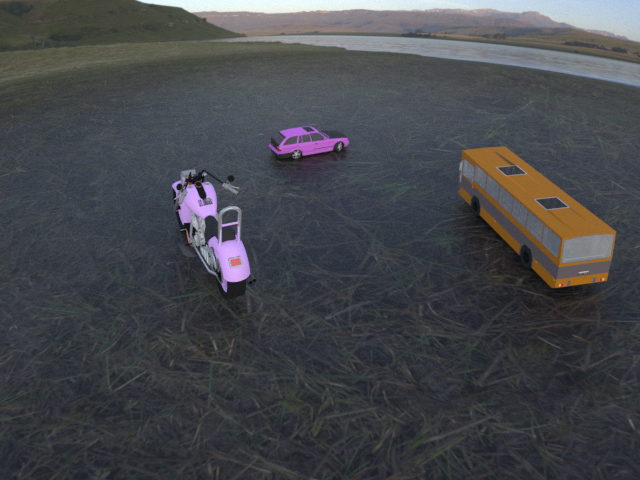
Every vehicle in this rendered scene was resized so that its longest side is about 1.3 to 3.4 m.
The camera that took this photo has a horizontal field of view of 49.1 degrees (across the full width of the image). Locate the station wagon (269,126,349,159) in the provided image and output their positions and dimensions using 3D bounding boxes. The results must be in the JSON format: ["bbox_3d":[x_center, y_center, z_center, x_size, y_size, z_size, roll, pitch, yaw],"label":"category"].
[{"bbox_3d":[-0.202,-2.006,14.031,1.597,0.473,0.682,-13,31,-22],"label":"station wagon"}]

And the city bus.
[{"bbox_3d":[3.141,-0.420,10.672,0.926,0.894,3.255,-6,29,-12],"label":"city bus"}]

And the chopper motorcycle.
[{"bbox_3d":[-1.636,-0.347,9.925,0.906,1.480,3.040,-12,31,-21],"label":"chopper motorcycle"}]
